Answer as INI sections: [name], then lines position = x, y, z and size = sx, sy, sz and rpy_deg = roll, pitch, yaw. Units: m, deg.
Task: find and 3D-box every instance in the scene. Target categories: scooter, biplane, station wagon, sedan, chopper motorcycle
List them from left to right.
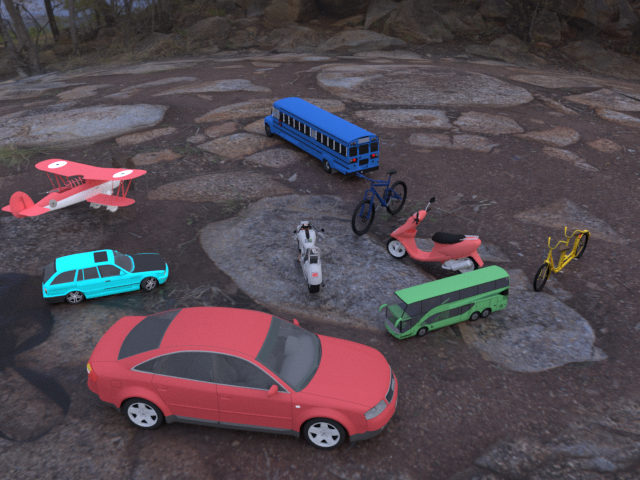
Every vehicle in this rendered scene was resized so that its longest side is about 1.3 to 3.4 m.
[biplane]
position = -3.833, -0.754, 10.880
size = 2.598, 0.981, 2.120
rpy_deg = 19, 33, 32
[station wagon]
position = -2.814, 0.415, 9.205
size = 1.597, 0.473, 0.682
rpy_deg = -9, 29, -17
[sedan]
position = -0.777, 1.269, 7.086
size = 3.137, 0.940, 1.235
rpy_deg = 4, 28, 8
[chopper motorcycle]
position = -0.161, 0.100, 9.495
size = 0.466, 0.761, 1.563
rpy_deg = -4, 28, -7
[scooter]
position = 1.567, -0.030, 9.573
size = 1.399, 0.919, 0.662
rpy_deg = 14, 31, 25

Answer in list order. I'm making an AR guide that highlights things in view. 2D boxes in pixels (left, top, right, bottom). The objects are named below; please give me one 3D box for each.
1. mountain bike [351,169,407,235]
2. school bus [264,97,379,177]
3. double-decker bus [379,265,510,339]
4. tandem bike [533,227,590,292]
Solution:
[mountain bike]
position = 0.937, -0.648, 10.801
size = 0.573, 0.868, 1.469
rpy_deg = 20, 34, 34
[school bus]
position = -0.091, -2.062, 13.508
size = 0.709, 0.844, 3.322
rpy_deg = -16, 32, -28
[double-decker bus]
position = 1.535, 0.756, 8.486
size = 1.672, 0.541, 0.389
rpy_deg = -12, 30, -22
[tandem bike]
position = 3.310, 0.155, 9.476
size = 0.283, 0.682, 1.642
rpy_deg = 23, 35, 37
